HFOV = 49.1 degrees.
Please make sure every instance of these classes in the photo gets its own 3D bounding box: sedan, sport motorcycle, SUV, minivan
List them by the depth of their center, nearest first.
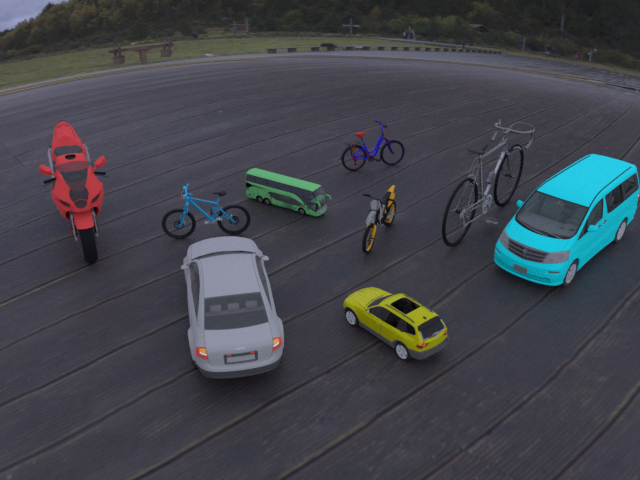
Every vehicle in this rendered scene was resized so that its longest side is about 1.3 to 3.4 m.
[{"bbox_3d":[0.984,1.016,9.319,0.656,0.580,1.572,-22,36,-34],"label":"SUV"},{"bbox_3d":[-1.242,0.676,9.558,1.235,0.940,3.137,-6,30,-10],"label":"sedan"},{"bbox_3d":[3.994,-0.373,11.164,1.324,1.197,3.011,25,38,37],"label":"minivan"},{"bbox_3d":[-4.045,-0.856,11.616,0.983,1.596,2.955,-11,31,-19],"label":"sport motorcycle"}]

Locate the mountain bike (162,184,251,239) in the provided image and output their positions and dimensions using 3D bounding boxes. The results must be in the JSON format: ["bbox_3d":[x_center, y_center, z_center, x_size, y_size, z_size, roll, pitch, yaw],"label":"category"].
[{"bbox_3d":[-1.895,-0.442,11.622,1.469,0.868,0.573,-5,30,-8],"label":"mountain bike"}]

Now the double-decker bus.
[{"bbox_3d":[-0.607,-0.860,12.702,1.672,0.541,0.389,17,33,27],"label":"double-decker bus"}]

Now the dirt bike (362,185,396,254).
[{"bbox_3d":[1.002,-0.402,11.562,0.527,0.857,1.493,12,32,21],"label":"dirt bike"}]

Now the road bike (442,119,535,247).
[{"bbox_3d":[2.838,-1.017,11.843,0.697,1.656,3.004,21,35,32],"label":"road bike"}]

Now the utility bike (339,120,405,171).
[{"bbox_3d":[1.046,-1.919,14.175,1.435,0.946,0.535,-9,31,-16],"label":"utility bike"}]
